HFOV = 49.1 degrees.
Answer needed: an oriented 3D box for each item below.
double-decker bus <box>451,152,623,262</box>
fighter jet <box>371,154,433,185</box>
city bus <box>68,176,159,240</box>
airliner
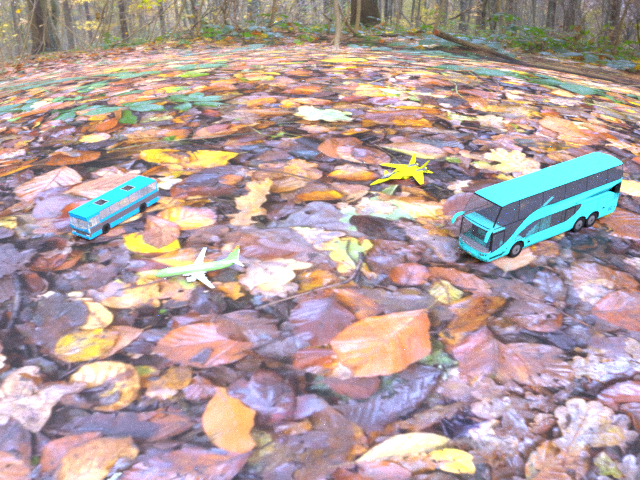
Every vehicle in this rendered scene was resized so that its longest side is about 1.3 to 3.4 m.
[{"bbox_3d":[3.581,-0.549,11.304,3.251,1.052,0.756,-18,34,-28],"label":"double-decker bus"},{"bbox_3d":[1.483,-1.307,13.400,1.358,0.286,1.147,-20,36,-31],"label":"fighter jet"},{"bbox_3d":[-3.471,-0.557,11.915,0.476,0.460,1.674,16,33,26],"label":"city bus"},{"bbox_3d":[-1.804,0.337,10.382,1.307,0.429,1.161,-7,31,-12],"label":"airliner"}]
